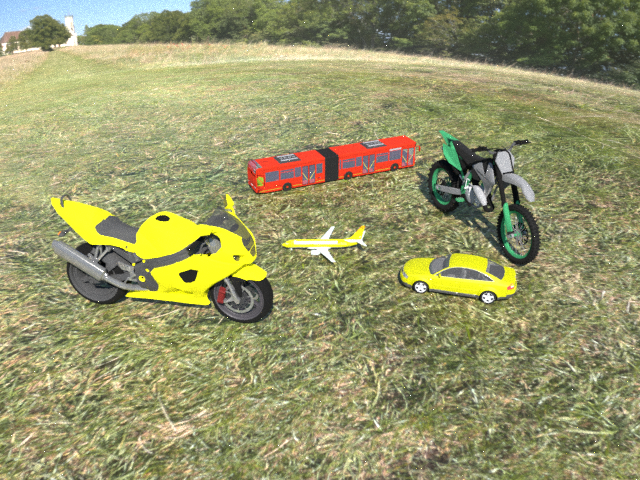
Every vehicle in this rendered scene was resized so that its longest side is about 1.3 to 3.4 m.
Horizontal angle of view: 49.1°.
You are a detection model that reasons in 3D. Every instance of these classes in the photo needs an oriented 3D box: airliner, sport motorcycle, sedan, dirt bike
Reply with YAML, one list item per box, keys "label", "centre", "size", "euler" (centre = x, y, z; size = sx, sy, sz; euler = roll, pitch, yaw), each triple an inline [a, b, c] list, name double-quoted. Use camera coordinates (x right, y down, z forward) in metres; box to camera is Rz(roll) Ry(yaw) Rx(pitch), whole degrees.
- label: "airliner"
  centre: [0.062, -0.031, 10.817]
  size: [1.307, 0.429, 1.161]
  euler: [0, 28, 0]
- label: "sport motorcycle"
  centre: [-2.032, 0.243, 9.054]
  size: [2.955, 1.596, 0.983]
  euler: [7, 29, 12]
- label: "sedan"
  centre: [1.935, 0.471, 9.812]
  size: [1.613, 0.483, 0.635]
  euler: [8, 29, 14]
- label: "dirt bike"
  centre: [2.547, -0.836, 11.016]
  size: [1.024, 1.666, 2.903]
  euler: [-12, 30, -21]

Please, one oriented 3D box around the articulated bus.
- label: "articulated bus"
  centre: [0.300, -1.463, 13.381]
  size: [3.401, 0.561, 0.605]
  euler: [-12, 30, -22]
